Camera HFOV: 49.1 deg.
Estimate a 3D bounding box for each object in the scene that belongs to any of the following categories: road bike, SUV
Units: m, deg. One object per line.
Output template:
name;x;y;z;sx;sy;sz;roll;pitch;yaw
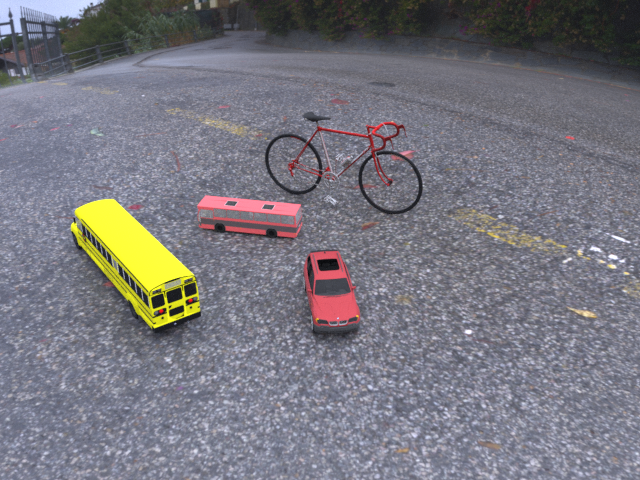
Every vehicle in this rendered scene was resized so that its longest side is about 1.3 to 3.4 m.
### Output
road bike;0.354;-1.378;12.108;3.004;1.656;0.696;13;32;22
SUV;0.135;0.667;9.558;0.656;0.580;1.572;-4;29;-6

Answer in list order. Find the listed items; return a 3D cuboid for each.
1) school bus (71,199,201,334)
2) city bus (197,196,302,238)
school bus;-2.791;0.217;10.092;0.709;0.844;3.322;-19;35;-31
city bus;-1.153;-0.370;11.531;1.674;0.460;0.476;6;30;10
